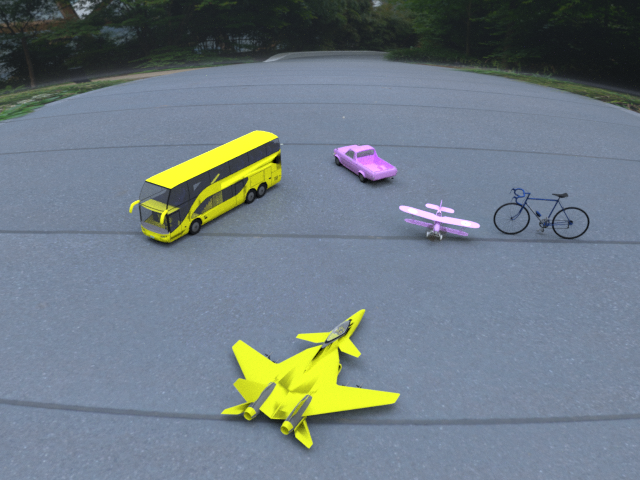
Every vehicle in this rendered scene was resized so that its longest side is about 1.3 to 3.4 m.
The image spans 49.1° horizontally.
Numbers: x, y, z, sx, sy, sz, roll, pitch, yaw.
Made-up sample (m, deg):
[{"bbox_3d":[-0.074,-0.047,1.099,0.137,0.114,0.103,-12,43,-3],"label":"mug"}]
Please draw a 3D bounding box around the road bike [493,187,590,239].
[{"bbox_3d":[3.678,-0.429,11.593,1.545,0.852,0.358,5,29,9],"label":"road bike"}]

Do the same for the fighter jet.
[{"bbox_3d":[0.000,1.367,8.591,2.229,0.557,2.640,14,32,24],"label":"fighter jet"}]

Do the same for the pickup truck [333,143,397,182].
[{"bbox_3d":[0.887,-1.598,14.106,0.640,0.511,1.603,-15,32,-25],"label":"pickup truck"}]

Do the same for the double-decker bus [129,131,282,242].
[{"bbox_3d":[-1.885,-0.981,12.401,0.756,1.052,3.251,18,33,30],"label":"double-decker bus"}]

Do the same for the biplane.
[{"bbox_3d":[2.007,-0.334,11.781,1.336,0.504,1.090,6,29,11],"label":"biplane"}]
